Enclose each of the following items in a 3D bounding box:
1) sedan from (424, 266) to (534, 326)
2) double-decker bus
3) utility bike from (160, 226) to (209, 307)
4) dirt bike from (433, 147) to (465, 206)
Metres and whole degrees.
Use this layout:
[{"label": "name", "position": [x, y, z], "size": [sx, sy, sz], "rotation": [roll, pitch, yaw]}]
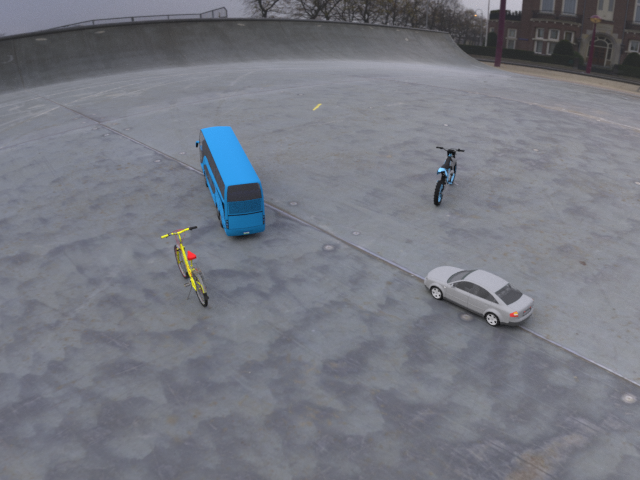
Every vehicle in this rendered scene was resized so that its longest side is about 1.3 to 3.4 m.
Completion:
[{"label": "sedan", "position": [2.191, 0.695, 9.774], "size": [1.613, 0.483, 0.635], "rotation": [25, 37, 38]}, {"label": "double-decker bus", "position": [-1.652, -1.164, 12.634], "size": [0.756, 1.052, 3.251], "rotation": [-8, 29, -14]}, {"label": "utility bike", "position": [-1.904, 0.346, 9.935], "size": [0.535, 0.946, 1.435], "rotation": [-14, 31, -24]}, {"label": "dirt bike", "position": [2.345, -1.249, 12.998], "size": [0.527, 0.857, 1.493], "rotation": [11, 30, 20]}]
